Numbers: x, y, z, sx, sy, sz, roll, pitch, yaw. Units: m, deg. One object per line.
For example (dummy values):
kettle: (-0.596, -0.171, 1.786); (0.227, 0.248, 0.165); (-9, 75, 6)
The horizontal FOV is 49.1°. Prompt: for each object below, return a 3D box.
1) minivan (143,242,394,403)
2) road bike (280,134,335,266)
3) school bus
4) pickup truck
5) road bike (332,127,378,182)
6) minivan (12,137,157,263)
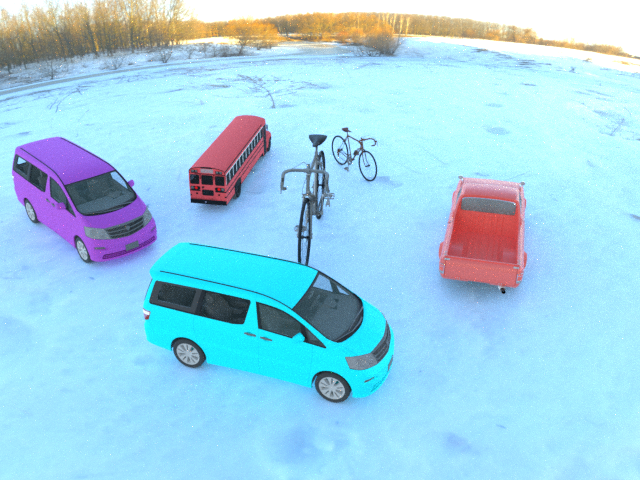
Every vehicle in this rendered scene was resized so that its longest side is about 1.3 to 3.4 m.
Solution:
minivan: (-0.599, 0.911, 8.402); (3.011, 1.197, 1.324); (10, 30, 17)
road bike: (-0.107, -0.698, 10.848); (0.696, 1.656, 3.004); (3, 29, 6)
school bus: (-1.618, -1.626, 13.375); (0.709, 0.844, 3.322); (5, 29, 9)
pickup truck: (2.553, -0.267, 10.752); (1.244, 0.993, 3.117); (7, 30, 13)
road bike: (0.649, -1.701, 13.502); (0.358, 0.852, 1.545); (-17, 33, -28)
minivan: (-3.869, -0.708, 11.342); (1.324, 1.197, 3.011); (-25, 37, -37)
